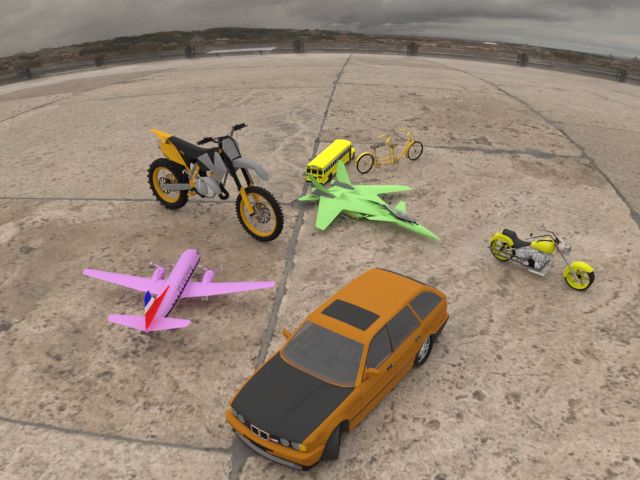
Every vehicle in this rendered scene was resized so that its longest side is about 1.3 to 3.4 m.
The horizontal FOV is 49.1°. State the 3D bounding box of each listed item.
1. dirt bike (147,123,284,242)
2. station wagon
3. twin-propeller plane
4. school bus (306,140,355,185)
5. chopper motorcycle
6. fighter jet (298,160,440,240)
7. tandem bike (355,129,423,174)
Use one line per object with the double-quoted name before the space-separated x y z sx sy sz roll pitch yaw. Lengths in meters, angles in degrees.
"dirt bike" -1.737 -1.003 11.129 2.903 1.666 1.024 19 34 31
"station wagon" 0.292 1.233 7.846 1.327 0.920 3.105 19 34 31
"twin-propeller plane" -1.938 0.544 9.229 2.663 0.792 2.129 3 29 6
"school bus" 0.235 -1.519 13.338 0.365 0.434 1.708 12 31 20
"chopper motorcycle" 3.146 0.161 9.956 1.563 0.761 0.466 22 36 34
"fighter jet" 0.931 -0.609 11.561 2.229 0.557 2.640 -25 38 -38
"tandem bike" 1.349 -1.719 13.444 1.642 0.682 0.283 -17 33 -28
